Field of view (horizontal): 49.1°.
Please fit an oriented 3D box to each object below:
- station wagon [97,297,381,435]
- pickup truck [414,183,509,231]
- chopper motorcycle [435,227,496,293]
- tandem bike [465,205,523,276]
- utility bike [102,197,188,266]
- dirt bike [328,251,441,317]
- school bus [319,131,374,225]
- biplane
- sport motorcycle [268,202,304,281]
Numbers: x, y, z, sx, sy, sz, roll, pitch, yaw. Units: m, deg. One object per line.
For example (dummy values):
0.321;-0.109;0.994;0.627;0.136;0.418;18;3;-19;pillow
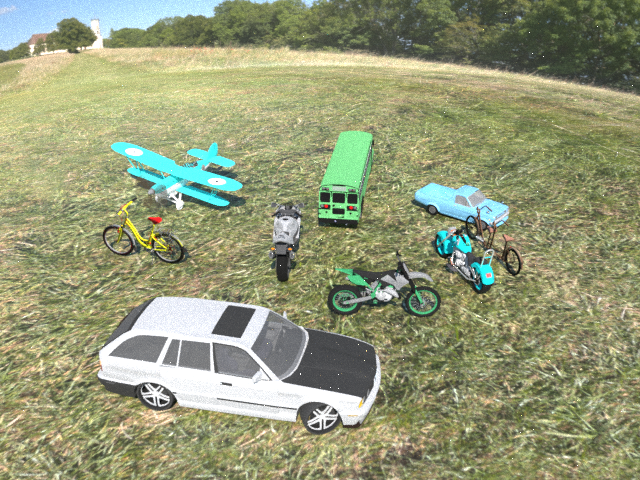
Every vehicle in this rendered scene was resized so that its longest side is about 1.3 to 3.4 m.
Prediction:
-0.867;1.286;7.825;3.105;0.920;1.327;6;28;11;station wagon
2.431;-0.652;12.044;1.603;0.511;0.640;21;34;35;pickup truck
2.086;0.160;10.190;0.466;0.761;1.563;-8;28;-15;chopper motorcycle
2.643;-0.055;10.695;0.283;0.682;1.642;-9;28;-16;tandem bike
-2.675;-0.085;10.465;1.435;0.946;0.535;8;28;15;utility bike
0.847;0.630;9.171;1.493;0.857;0.527;1;27;3;dirt bike
0.543;-1.250;12.842;0.709;0.844;3.322;4;27;8;school bus
-2.381;-1.175;12.547;2.598;0.981;2.120;12;30;22;biplane
-0.512;-0.023;10.481;0.506;0.821;1.520;1;27;2;sport motorcycle
